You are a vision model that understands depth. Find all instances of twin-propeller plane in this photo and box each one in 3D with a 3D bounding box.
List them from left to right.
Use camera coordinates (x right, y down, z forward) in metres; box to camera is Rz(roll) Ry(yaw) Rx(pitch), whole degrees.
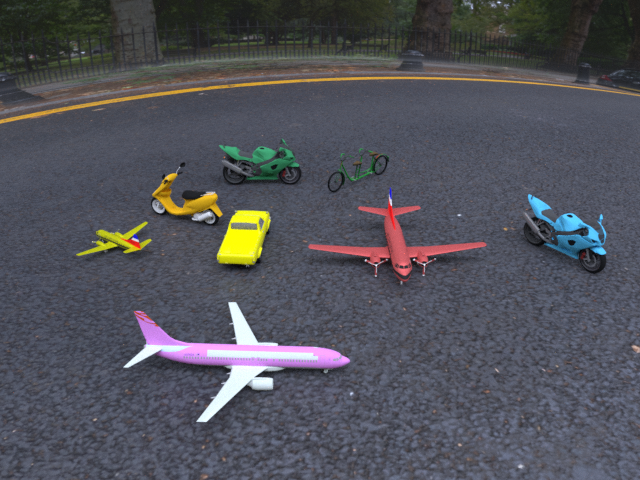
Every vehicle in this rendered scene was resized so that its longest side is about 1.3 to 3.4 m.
[{"bbox_3d":[-3.171,-0.031,10.954,1.095,0.407,1.370,19,34,31],"label":"twin-propeller plane"},{"bbox_3d":[1.154,-0.061,10.604,2.663,0.792,2.129,-1,28,-1],"label":"twin-propeller plane"}]

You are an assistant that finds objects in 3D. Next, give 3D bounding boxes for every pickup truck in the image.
[{"bbox_3d":[-1.171,-0.085,10.945,0.640,0.511,1.603,2,28,4],"label":"pickup truck"}]

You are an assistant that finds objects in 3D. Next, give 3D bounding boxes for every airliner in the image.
[{"bbox_3d":[-0.915,1.205,8.206,2.541,0.835,2.257,1,28,2],"label":"airliner"}]

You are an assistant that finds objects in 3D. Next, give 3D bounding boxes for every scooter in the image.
[{"bbox_3d":[-2.279,-0.749,11.746,1.399,0.919,0.662,12,30,20],"label":"scooter"}]

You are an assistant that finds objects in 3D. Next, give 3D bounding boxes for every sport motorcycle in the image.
[{"bbox_3d":[-1.107,-1.429,13.113,1.520,0.821,0.506,0,28,1],"label":"sport motorcycle"},{"bbox_3d":[3.723,-0.105,10.654,0.506,0.821,1.520,-18,33,-30],"label":"sport motorcycle"}]

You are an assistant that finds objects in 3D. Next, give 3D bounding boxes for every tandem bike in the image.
[{"bbox_3d":[0.746,-1.392,13.192,1.642,0.682,0.283,-24,36,-37],"label":"tandem bike"}]
